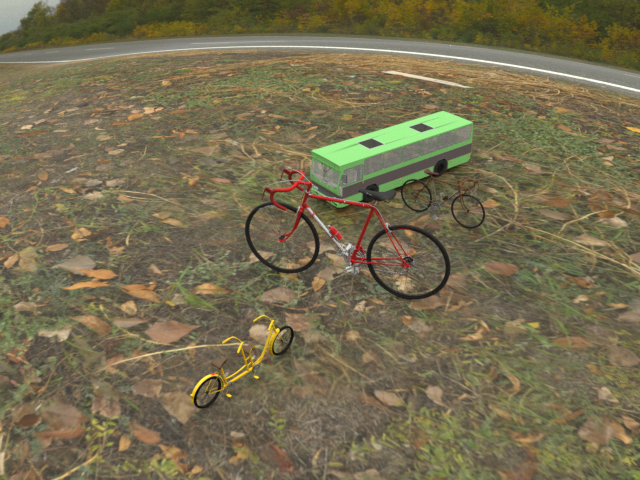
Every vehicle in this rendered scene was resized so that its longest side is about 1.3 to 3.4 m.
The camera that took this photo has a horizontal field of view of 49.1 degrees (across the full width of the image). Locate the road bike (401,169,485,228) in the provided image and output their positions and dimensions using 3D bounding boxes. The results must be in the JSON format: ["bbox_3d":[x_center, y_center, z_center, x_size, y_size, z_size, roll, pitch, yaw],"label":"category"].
[{"bbox_3d":[2.002,-0.714,11.468,1.545,0.852,0.358,21,36,31],"label":"road bike"}]

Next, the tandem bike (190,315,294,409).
[{"bbox_3d":[-0.875,1.359,8.145,0.283,0.682,1.642,24,38,35],"label":"tandem bike"}]

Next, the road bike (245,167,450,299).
[{"bbox_3d":[0.318,-0.070,9.597,3.004,1.656,0.697,11,32,18],"label":"road bike"}]

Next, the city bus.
[{"bbox_3d":[1.355,-1.479,12.715,3.255,0.894,0.926,-21,37,-31],"label":"city bus"}]
